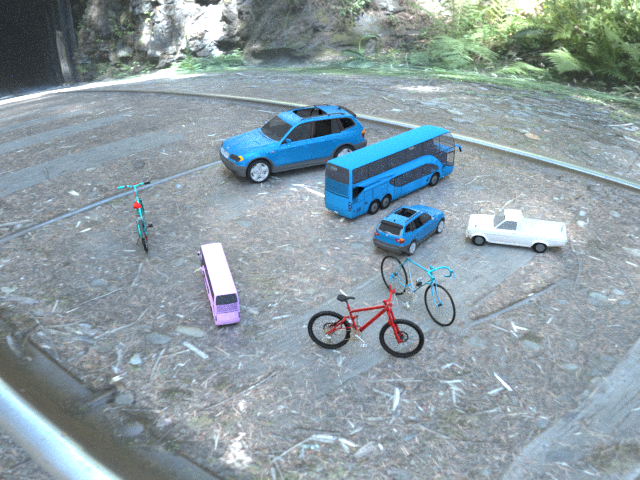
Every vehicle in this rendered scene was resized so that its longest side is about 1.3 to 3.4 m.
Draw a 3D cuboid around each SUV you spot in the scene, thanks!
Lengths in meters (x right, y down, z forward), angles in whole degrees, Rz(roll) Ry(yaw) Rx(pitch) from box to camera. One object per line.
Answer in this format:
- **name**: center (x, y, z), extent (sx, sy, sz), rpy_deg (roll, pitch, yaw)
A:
- **SUV**: center (-0.536, -2.050, 14.343), extent (3.058, 1.128, 1.276), rpy_deg (-12, 30, -22)
- **SUV**: center (1.486, -0.267, 11.503), extent (0.656, 0.580, 1.572), rpy_deg (19, 33, 31)

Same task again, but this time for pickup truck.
- **pickup truck**: center (3.205, -0.191, 11.433), extent (1.603, 0.511, 0.640), rpy_deg (7, 28, 13)

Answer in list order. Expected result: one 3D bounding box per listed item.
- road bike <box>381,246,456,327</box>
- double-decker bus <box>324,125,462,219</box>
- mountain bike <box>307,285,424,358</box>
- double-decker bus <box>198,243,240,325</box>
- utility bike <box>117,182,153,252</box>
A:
- **road bike**: center (1.323, 0.572, 9.592), extent (0.358, 0.852, 1.545), rpy_deg (-17, 32, -30)
- **double-decker bus**: center (1.403, -1.338, 13.055), extent (0.756, 1.052, 3.251), rpy_deg (24, 36, 38)
- **mountain bike**: center (0.563, 1.041, 8.670), extent (1.469, 0.868, 0.573), rpy_deg (5, 28, 10)
- **double-decker bus**: center (-1.440, 0.574, 9.924), extent (0.389, 0.541, 1.672), rpy_deg (-7, 28, -14)
- **utility bike**: center (-2.973, -0.424, 11.409), extent (0.535, 0.946, 1.435), rpy_deg (-7, 28, -13)
